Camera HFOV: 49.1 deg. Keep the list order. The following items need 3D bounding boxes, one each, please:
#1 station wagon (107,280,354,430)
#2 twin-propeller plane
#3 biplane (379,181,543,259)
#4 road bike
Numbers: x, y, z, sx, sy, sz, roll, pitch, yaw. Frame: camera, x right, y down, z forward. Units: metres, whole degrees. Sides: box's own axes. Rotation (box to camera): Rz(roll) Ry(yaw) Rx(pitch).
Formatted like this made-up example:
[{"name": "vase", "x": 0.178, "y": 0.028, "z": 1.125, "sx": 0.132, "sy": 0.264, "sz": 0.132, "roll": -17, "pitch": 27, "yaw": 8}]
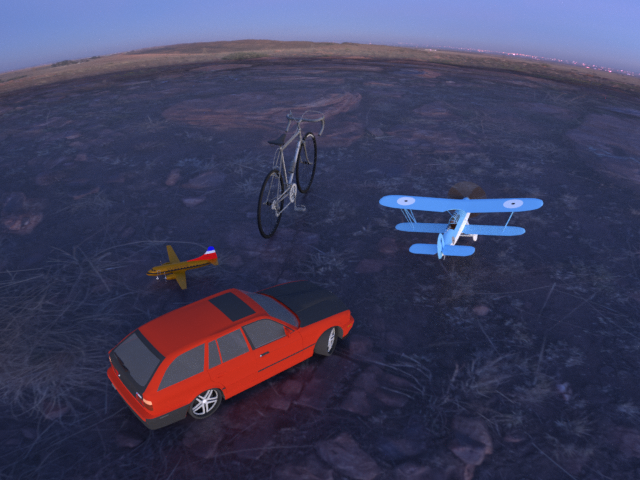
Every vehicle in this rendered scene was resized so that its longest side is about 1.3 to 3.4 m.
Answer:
[{"name": "station wagon", "x": -1.007, "y": 1.166, "z": 8.675, "sx": 3.105, "sy": 0.920, "sz": 1.327, "roll": -21, "pitch": 35, "yaw": -33}, {"name": "twin-propeller plane", "x": -2.102, "y": 0.355, "z": 10.670, "sx": 1.095, "sy": 0.407, "sz": 1.370, "roll": -10, "pitch": 31, "yaw": -18}, {"name": "biplane", "x": 2.091, "y": -0.221, "z": 11.120, "sx": 2.598, "sy": 0.981, "sz": 2.120, "roll": 11, "pitch": 31, "yaw": 19}, {"name": "road bike", "x": -0.529, "y": -1.237, "z": 12.257, "sx": 0.696, "sy": 1.656, "sz": 3.004, "roll": 9, "pitch": 30, "yaw": 15}]
